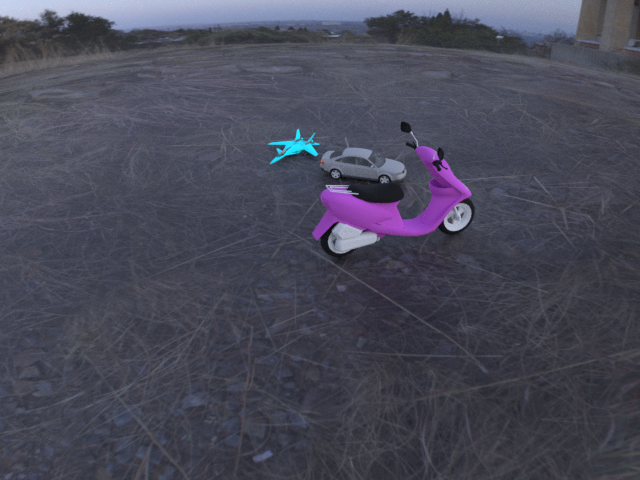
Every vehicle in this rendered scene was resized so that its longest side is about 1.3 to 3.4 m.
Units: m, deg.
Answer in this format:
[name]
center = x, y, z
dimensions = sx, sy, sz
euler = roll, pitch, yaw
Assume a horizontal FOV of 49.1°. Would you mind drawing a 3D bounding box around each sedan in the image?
[sedan]
center = 0.805, -1.414, 13.008
dimensions = 1.613, 0.483, 0.635
euler = 9, 31, 15

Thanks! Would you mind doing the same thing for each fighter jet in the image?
[fighter jet]
center = -0.606, -1.832, 13.919
dimensions = 1.147, 0.286, 1.358
euler = 17, 34, 27

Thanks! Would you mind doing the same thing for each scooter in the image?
[scooter]
center = 1.186, -0.692, 10.482
dimensions = 2.721, 1.786, 1.288
euler = -11, 32, -18
